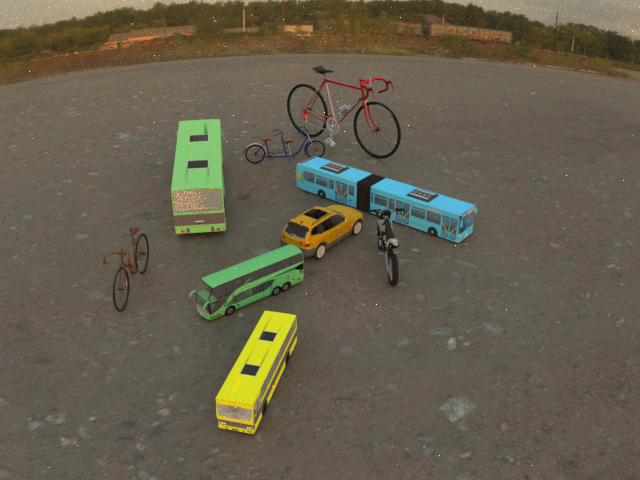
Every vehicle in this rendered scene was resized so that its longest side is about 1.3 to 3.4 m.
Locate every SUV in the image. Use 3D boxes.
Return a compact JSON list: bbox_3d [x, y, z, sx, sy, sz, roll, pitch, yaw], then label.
[{"bbox_3d":[0.051,-0.233,10.980,0.656,0.580,1.572,21,35,33],"label":"SUV"}]

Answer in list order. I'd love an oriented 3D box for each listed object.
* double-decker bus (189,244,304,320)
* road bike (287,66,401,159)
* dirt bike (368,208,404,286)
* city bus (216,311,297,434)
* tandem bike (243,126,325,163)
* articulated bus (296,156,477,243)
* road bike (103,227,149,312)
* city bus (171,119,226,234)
[{"bbox_3d":[-0.958,0.574,9.558,1.672,0.541,0.389,-21,35,-33],"label":"double-decker bus"},{"bbox_3d":[0.425,-2.685,14.311,3.004,1.656,0.696,23,36,35],"label":"road bike"},{"bbox_3d":[0.982,0.001,10.269,0.527,0.857,1.493,-2,29,-4],"label":"dirt bike"},{"bbox_3d":[-0.687,1.475,8.008,0.476,0.460,1.674,7,30,12],"label":"city bus"},{"bbox_3d":[-0.703,-1.874,13.849,1.642,0.682,0.283,-5,29,-9],"label":"tandem bike"},{"bbox_3d":[1.030,-0.743,11.924,3.401,0.561,0.605,21,35,33],"label":"articulated bus"},{"bbox_3d":[-2.618,0.319,9.698,0.358,0.852,1.545,2,29,4],"label":"road bike"},{"bbox_3d":[-2.105,-1.163,12.340,0.926,0.894,3.255,-4,29,-7],"label":"city bus"}]
